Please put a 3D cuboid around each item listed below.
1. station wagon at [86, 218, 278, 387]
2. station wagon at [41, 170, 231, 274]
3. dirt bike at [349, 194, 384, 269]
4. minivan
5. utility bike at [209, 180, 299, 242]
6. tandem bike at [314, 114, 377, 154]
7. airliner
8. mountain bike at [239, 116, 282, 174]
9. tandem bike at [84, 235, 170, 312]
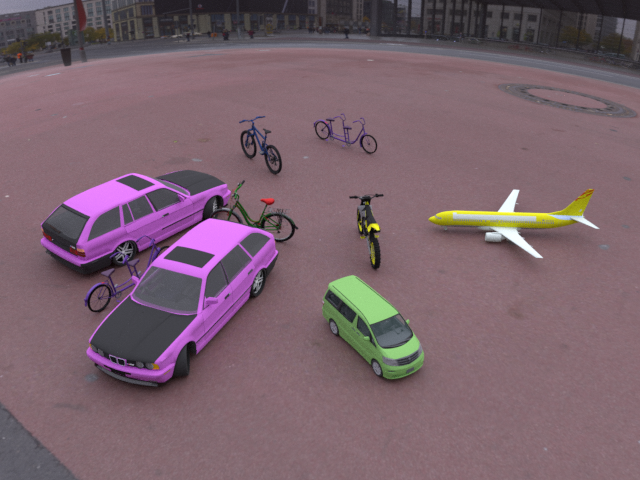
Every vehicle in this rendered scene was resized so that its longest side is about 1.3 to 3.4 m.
[{"bbox_3d":[-1.704,0.630,9.137,1.327,0.920,3.105,12,32,20],"label":"station wagon"},{"bbox_3d":[-2.824,-0.533,11.132,1.327,0.920,3.105,22,37,33],"label":"station wagon"},{"bbox_3d":[0.729,-0.228,10.673,0.527,0.857,1.493,-4,30,-7],"label":"dirt bike"},{"bbox_3d":[0.648,1.060,8.702,0.681,0.616,1.548,-18,35,-27],"label":"minivan"},{"bbox_3d":[-1.052,-0.375,10.837,1.435,0.946,0.535,5,31,8],"label":"utility bike"},{"bbox_3d":[0.504,-2.238,14.295,1.642,0.682,0.283,22,37,33],"label":"tandem bike"},{"bbox_3d":[3.023,-0.477,11.122,2.541,0.835,2.257,3,30,4],"label":"airliner"},{"bbox_3d":[-1.146,-1.837,13.423,0.573,0.868,1.469,-20,36,-30],"label":"mountain bike"},{"bbox_3d":[-2.634,0.416,9.741,0.283,0.682,1.642,19,35,29],"label":"tandem bike"}]
